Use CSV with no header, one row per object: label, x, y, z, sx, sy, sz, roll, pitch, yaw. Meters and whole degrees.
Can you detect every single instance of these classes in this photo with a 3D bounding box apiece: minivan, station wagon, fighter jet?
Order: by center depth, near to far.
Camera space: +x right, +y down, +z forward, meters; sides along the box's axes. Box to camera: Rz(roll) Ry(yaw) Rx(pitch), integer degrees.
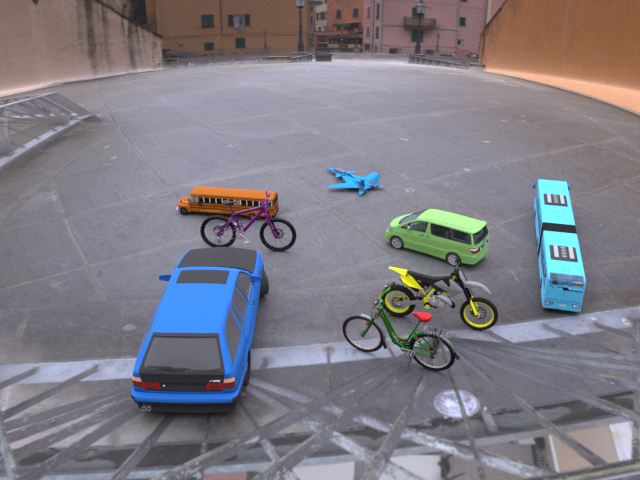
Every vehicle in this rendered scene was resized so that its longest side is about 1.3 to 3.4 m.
station wagon,-1.366,0.796,8.474,1.327,0.920,3.105,1,28,1
minivan,1.743,-0.110,10.539,1.548,0.616,0.681,17,32,30
fighter jet,0.542,-1.219,13.017,1.147,0.286,1.358,-20,33,-33

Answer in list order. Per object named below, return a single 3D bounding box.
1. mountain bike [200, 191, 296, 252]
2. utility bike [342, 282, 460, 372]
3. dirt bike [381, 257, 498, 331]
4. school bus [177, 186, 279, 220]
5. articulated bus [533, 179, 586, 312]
mountain bike,-1.086,-0.233,10.502,1.469,0.868,0.573,3,28,5
utility bike,0.897,1.040,7.980,1.435,0.946,0.535,12,30,22
dirt bike,1.492,0.677,8.770,1.493,0.857,0.527,9,29,16
school bus,-1.562,-0.628,11.727,1.708,0.434,0.365,4,28,8
articulated bus,3.531,-0.038,10.459,0.605,0.561,3.401,6,28,12
